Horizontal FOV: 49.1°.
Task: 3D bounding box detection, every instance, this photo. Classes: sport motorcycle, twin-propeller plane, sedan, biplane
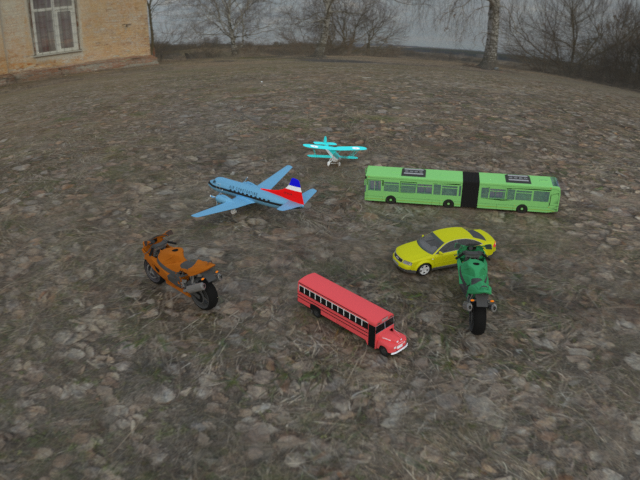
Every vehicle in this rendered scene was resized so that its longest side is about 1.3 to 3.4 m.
[{"bbox_3d":[2.046,0.595,9.294,0.506,0.821,1.520,2,28,3],"label":"sport motorcycle"},{"bbox_3d":[-1.147,-0.893,12.157,2.129,0.792,2.663,17,32,30],"label":"twin-propeller plane"},{"bbox_3d":[1.879,0.115,10.570,1.613,0.483,0.635,-9,29,-17],"label":"sedan"},{"bbox_3d":[0.257,-1.808,14.208,1.336,0.504,1.090,-8,29,-15],"label":"biplane"},{"bbox_3d":[-1.944,0.417,9.633,1.520,0.821,0.506,21,34,35],"label":"sport motorcycle"}]

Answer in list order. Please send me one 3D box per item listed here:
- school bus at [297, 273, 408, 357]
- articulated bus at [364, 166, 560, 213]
[{"bbox_3d":[0.403,0.945,9.044,0.365,0.434,1.708,-24,36,-38],"label":"school bus"},{"bbox_3d":[2.462,-0.907,12.432,3.401,0.561,0.605,4,28,8],"label":"articulated bus"}]
